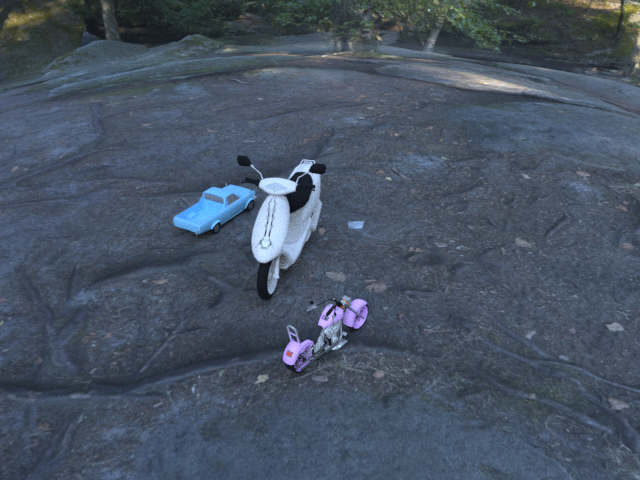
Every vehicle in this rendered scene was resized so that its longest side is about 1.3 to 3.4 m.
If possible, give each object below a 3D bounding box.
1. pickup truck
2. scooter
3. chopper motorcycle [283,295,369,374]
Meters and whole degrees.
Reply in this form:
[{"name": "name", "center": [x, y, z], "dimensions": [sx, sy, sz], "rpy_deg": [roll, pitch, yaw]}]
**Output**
[{"name": "pickup truck", "center": [-1.741, -0.564, 11.754], "dimensions": [0.640, 0.511, 1.603], "rpy_deg": [16, 33, 26]}, {"name": "scooter", "center": [-0.463, -0.476, 10.304], "dimensions": [1.288, 1.786, 2.721], "rpy_deg": [7, 30, 13]}, {"name": "chopper motorcycle", "center": [0.109, 1.046, 8.656], "dimensions": [0.466, 0.761, 1.563], "rpy_deg": [22, 36, 33]}]
